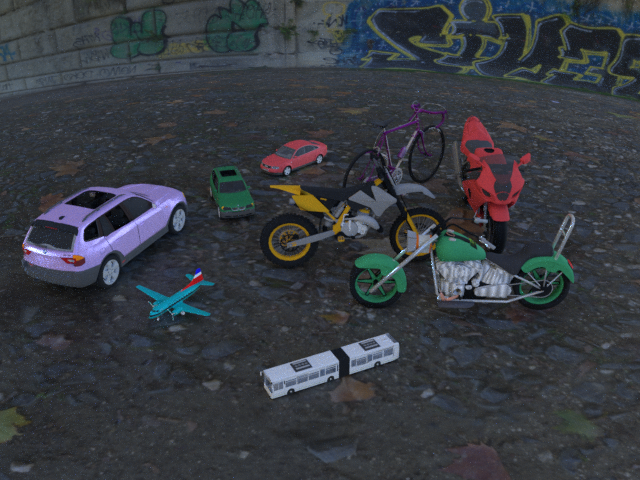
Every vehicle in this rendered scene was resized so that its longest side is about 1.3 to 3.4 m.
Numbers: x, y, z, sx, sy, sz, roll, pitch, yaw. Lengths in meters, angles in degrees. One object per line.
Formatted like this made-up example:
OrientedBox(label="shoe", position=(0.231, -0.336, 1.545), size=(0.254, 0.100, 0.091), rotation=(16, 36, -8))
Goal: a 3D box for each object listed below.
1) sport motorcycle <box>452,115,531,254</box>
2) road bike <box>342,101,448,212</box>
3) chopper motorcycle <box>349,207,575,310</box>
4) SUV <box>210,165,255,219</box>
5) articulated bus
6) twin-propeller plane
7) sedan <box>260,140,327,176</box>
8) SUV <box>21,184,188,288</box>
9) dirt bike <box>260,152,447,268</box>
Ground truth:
OrientedBox(label="sport motorcycle", position=(2.782, -0.982, 11.845), size=(0.983, 1.596, 2.955), rotation=(0, 27, 0))
OrientedBox(label="road bike", position=(1.439, -1.581, 12.930), size=(0.697, 1.656, 3.004), rotation=(24, 36, 38))
OrientedBox(label="chopper motorcycle", position=(1.929, 0.287, 9.533), size=(3.040, 1.480, 0.906), rotation=(2, 28, 3))
OrientedBox(label="SUV", position=(-1.631, -0.900, 12.787), size=(0.656, 0.580, 1.572), rotation=(-8, 28, -15))
OrientedBox(label="articulated bus", position=(0.149, 1.510, 8.474), size=(1.749, 0.289, 0.311), rotation=(-13, 30, -23))
OrientedBox(label="twin-propeller plane", position=(-1.997, 0.768, 9.770), size=(1.370, 0.407, 1.095), rotation=(17, 32, 29))
OrientedBox(label="sedan", position=(-0.537, -1.764, 14.553), size=(0.635, 0.483, 1.613), rotation=(24, 36, 38))
OrientedBox(label="SUV", position=(-3.292, -0.294, 11.029), size=(1.276, 1.128, 3.058), rotation=(10, 29, 19))
OrientedBox(label="dirt bike", position=(0.529, -0.373, 10.598), size=(2.903, 1.666, 1.024), rotation=(-2, 28, -4))
